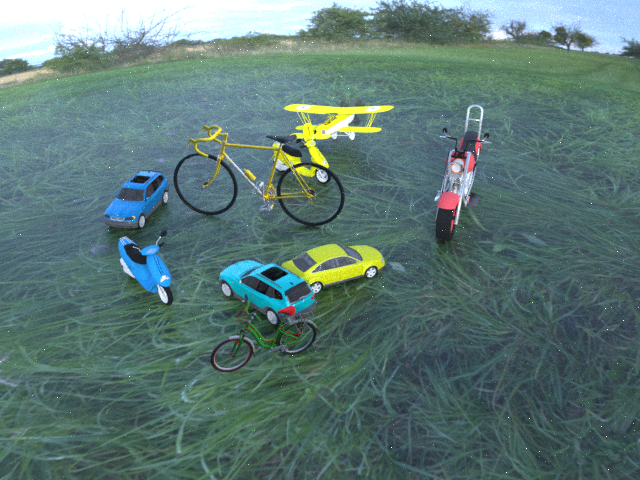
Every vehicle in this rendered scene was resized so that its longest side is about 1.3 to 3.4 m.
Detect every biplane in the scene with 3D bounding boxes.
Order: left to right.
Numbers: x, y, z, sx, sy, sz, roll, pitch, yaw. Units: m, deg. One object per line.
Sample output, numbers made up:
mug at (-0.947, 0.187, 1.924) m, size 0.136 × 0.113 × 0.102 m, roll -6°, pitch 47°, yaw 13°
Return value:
biplane at (0.193, -2.446, 14.848) m, size 2.598 × 0.981 × 2.120 m, roll 16°, pitch 33°, yaw 27°

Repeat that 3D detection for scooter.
scooter at (-2.507, 0.308, 9.965) m, size 0.662 × 0.919 × 1.399 m, roll -23°, pitch 37°, yaw -35°
scooter at (-0.381, -1.624, 13.435) m, size 1.399 × 0.919 × 0.662 m, roll 18°, pitch 34°, yaw 29°

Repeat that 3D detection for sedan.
sedan at (0.209, 0.341, 10.354) m, size 1.613 × 0.483 × 0.635 m, roll -14°, pitch 32°, yaw -23°

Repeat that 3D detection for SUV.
SUV at (-3.174, -0.728, 12.174) m, size 0.656 × 0.580 × 1.572 m, roll 6°, pitch 30°, yaw 11°
SUV at (-0.751, 0.630, 9.734) m, size 1.572 × 0.580 × 0.656 m, roll 25°, pitch 38°, yaw 38°

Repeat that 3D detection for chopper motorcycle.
chopper motorcycle at (2.434, -1.222, 12.136) m, size 0.906 × 1.480 × 3.040 m, roll 9°, pitch 30°, yaw 16°

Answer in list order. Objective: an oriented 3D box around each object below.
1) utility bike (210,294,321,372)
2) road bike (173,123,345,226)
utility bike at (-0.627, 1.140, 8.442) m, size 1.435 × 0.946 × 0.535 m, roll -12°, pitch 31°, yaw -21°
road bike at (-1.059, -1.065, 11.673) m, size 3.004 × 1.656 × 0.697 m, roll 6°, pitch 30°, yaw 11°
